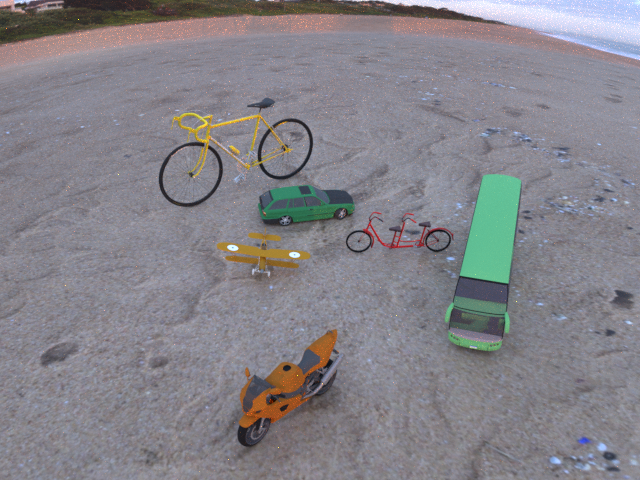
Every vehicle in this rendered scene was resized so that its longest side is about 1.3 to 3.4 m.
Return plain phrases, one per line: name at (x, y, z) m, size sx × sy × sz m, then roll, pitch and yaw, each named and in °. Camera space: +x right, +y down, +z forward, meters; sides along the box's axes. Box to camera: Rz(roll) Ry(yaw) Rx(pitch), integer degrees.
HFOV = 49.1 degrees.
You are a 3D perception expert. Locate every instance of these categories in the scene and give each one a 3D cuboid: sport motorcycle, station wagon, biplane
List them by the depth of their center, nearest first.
sport motorcycle at (-0.331, 1.614, 7.661) m, size 0.506 × 0.821 × 1.520 m, roll 26°, pitch 40°, yaw 35°
biplane at (-0.809, 0.191, 10.263) m, size 1.336 × 0.504 × 1.090 m, roll -1°, pitch 32°, yaw -1°
station wagon at (-0.216, -0.628, 11.618) m, size 1.597 × 0.473 × 0.682 m, roll -7°, pitch 32°, yaw -11°

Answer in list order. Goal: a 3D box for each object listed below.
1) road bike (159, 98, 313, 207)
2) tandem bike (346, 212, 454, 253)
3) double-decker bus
road bike at (-1.380, -1.568, 12.013) m, size 3.004 × 1.656 × 0.697 m, roll -19°, pitch 37°, yaw -28°
tandem bike at (1.212, -0.102, 10.568) m, size 1.642 × 0.682 × 0.283 m, roll -1°, pitch 32°, yaw -1°
double-decker bus at (2.333, 0.232, 9.677) m, size 0.756 × 1.052 × 3.251 m, roll 9°, pitch 33°, yaw 14°
